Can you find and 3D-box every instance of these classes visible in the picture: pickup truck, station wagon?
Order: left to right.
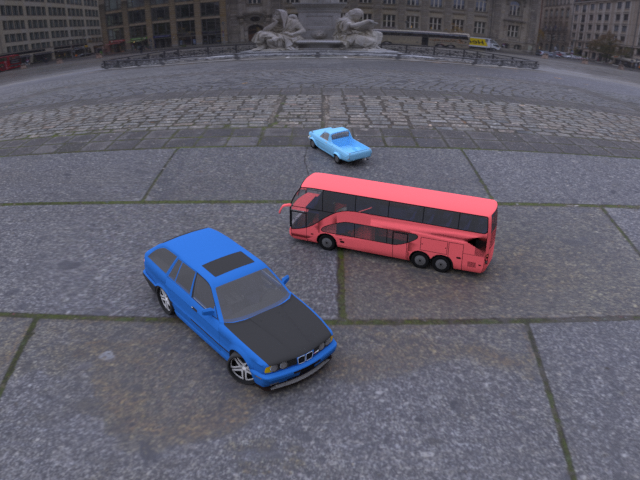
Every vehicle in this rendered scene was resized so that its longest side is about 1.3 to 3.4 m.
[{"bbox_3d":[-1.105,0.711,8.929,1.327,0.920,3.105,-21,35,-33],"label":"station wagon"},{"bbox_3d":[0.385,-1.979,14.216,0.640,0.511,1.603,-16,33,-27],"label":"pickup truck"}]

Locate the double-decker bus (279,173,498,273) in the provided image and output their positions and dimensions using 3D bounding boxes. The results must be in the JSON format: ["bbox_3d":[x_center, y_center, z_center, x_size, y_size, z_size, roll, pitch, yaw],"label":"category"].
[{"bbox_3d":[1.008,-0.295,10.612,3.251,1.052,0.756,11,31,19],"label":"double-decker bus"}]
